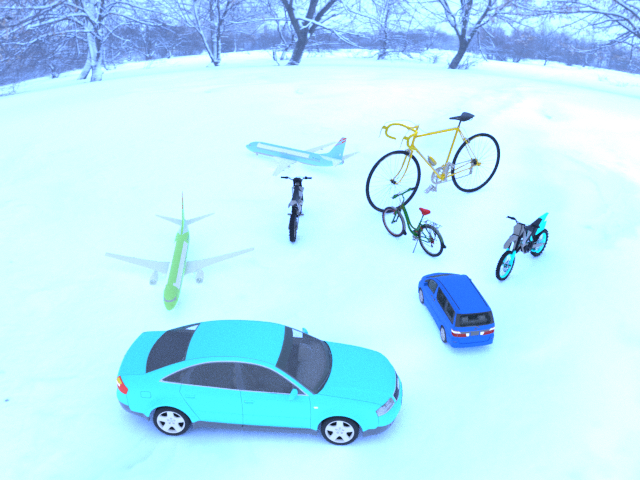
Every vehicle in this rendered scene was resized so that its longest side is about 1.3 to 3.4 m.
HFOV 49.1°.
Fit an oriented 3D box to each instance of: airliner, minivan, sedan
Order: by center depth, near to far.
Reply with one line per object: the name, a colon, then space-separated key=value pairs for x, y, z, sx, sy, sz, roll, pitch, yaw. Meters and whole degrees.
sedan: x=-0.658 y=1.461 z=7.727 sx=3.137 sy=0.940 sz=1.235 roll=2 pitch=28 yaw=5
minivan: x=1.784 y=0.814 z=9.312 sx=0.681 sy=0.616 sz=1.548 roll=-5 pitch=28 yaw=-9
airliner: x=-2.114 y=0.141 z=10.360 sx=2.257 sy=0.835 sz=2.541 roll=-2 pitch=28 yaw=-4
airliner: x=-0.515 y=-1.902 z=14.261 sx=2.541 sy=0.835 sz=2.257 roll=17 pitch=32 yaw=28

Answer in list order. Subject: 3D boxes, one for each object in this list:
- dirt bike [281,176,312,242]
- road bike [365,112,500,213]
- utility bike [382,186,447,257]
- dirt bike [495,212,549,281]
dirt bike: x=-0.408 y=-0.607 z=11.764 sx=0.527 sy=0.857 sz=1.493 roll=2 pitch=28 yaw=4
road bike: x=2.092 y=-1.437 z=12.489 sx=3.004 sy=1.656 sz=0.696 roll=-15 pitch=31 yaw=-26
utility bike: x=1.441 y=-0.296 z=11.076 sx=0.535 sy=0.946 sz=1.435 roll=-20 pitch=34 yaw=-33
dirt bike: x=3.084 y=0.040 z=10.529 sx=0.527 sy=0.857 sz=1.493 roll=24 pitch=36 yaw=38
